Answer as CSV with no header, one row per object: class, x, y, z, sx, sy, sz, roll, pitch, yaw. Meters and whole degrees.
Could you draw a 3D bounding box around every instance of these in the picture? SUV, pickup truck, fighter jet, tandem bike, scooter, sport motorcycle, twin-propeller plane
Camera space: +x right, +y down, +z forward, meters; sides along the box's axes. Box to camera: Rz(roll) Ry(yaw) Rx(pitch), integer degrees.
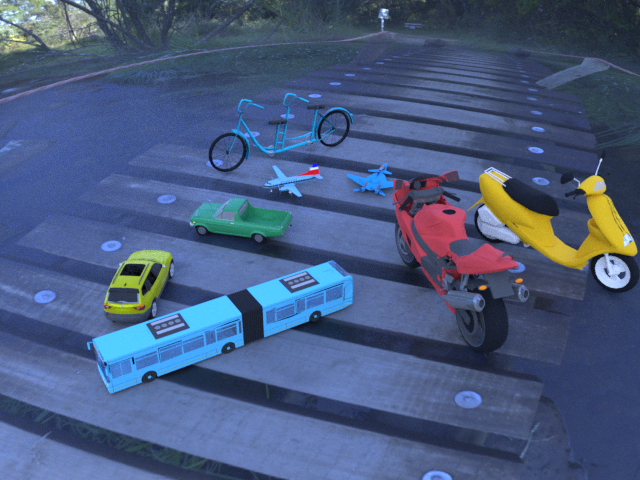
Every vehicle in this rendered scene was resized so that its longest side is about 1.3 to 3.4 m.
SUV,-2.480,0.539,9.630,0.656,0.580,1.572,2,31,3
pickup truck,-1.267,-0.356,11.211,1.603,0.511,0.640,8,31,13
fighter jet,1.080,-1.232,12.912,1.147,0.286,1.358,10,32,16
tandem bike,-0.690,-2.185,13.501,3.192,1.326,0.550,-17,35,-27
scooter,3.365,-0.423,10.071,2.721,1.786,1.288,26,39,37
sport motorcycle,1.679,0.175,9.248,0.983,1.596,2.955,-10,32,-16
twin-propeller plane,-0.511,-1.115,12.595,1.095,0.407,1.370,-12,33,-19

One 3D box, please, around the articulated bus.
articulated bus,-1.121,1.027,8.824,3.401,0.561,0.605,-17,35,-27
